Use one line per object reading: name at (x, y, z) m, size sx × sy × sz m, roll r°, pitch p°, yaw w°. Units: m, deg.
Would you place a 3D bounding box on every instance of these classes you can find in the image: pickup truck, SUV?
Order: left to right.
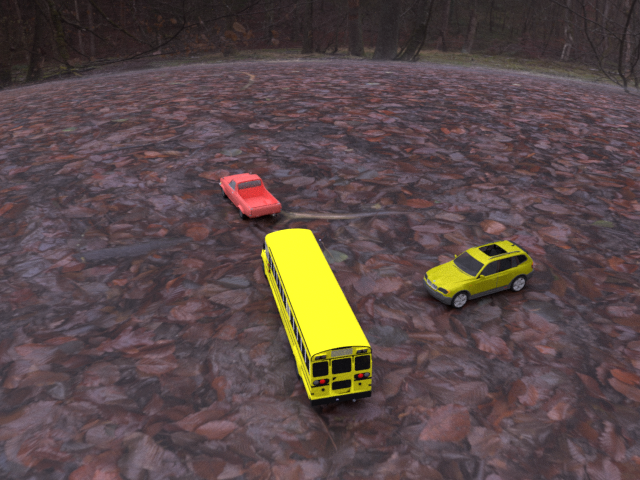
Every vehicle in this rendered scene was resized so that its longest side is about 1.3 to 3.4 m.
pickup truck at (-1.207, -0.804, 11.938) m, size 0.640 × 0.511 × 1.603 m, roll -12°, pitch 30°, yaw -22°
SUV at (2.165, 0.417, 9.516) m, size 1.572 × 0.580 × 0.656 m, roll -12°, pitch 30°, yaw -22°

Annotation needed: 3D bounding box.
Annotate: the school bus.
school bus at (-0.161, 0.723, 8.643) m, size 0.709 × 0.844 × 3.322 m, roll -6°, pitch 28°, yaw -12°
